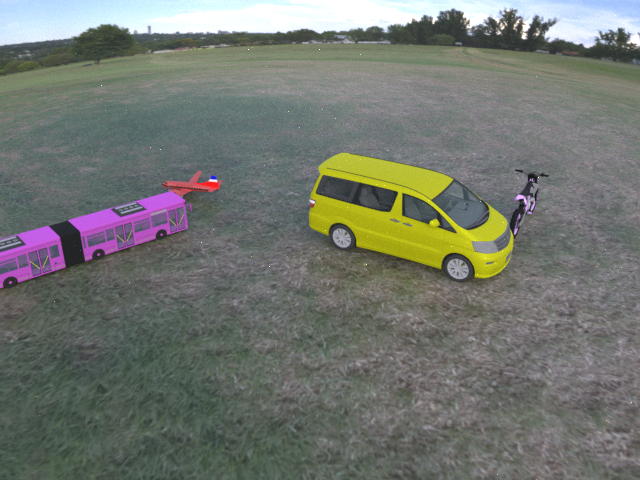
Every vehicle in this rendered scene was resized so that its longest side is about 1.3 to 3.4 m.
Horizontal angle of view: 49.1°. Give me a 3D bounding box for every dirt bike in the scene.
[{"bbox_3d":[3.259,-0.630,11.102,0.527,0.857,1.493,15,31,26],"label":"dirt bike"}]

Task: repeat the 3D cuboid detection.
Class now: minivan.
[{"bbox_3d":[1.333,-0.397,10.290,3.011,1.197,1.324,15,31,27],"label":"minivan"}]

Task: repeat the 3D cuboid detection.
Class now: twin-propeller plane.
[{"bbox_3d":[-2.279,-0.981,12.257,1.095,0.407,1.370,7,28,13],"label":"twin-propeller plane"}]

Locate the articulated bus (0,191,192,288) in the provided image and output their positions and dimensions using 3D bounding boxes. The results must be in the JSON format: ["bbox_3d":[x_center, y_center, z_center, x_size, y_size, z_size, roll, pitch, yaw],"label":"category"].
[{"bbox_3d":[-3.506,0.003,10.213,3.401,0.561,0.605,-21,34,-34],"label":"articulated bus"}]
